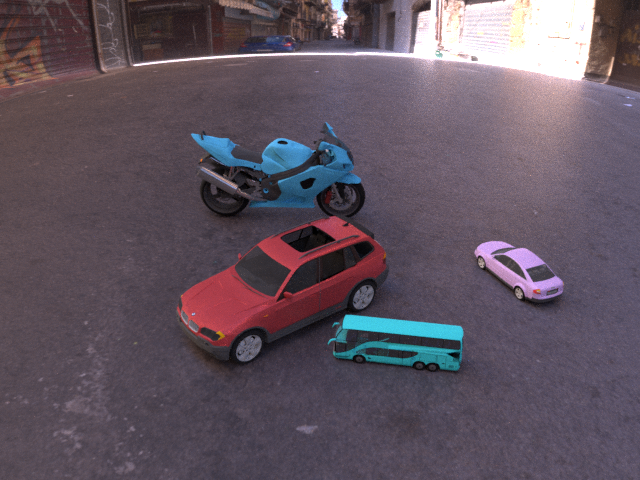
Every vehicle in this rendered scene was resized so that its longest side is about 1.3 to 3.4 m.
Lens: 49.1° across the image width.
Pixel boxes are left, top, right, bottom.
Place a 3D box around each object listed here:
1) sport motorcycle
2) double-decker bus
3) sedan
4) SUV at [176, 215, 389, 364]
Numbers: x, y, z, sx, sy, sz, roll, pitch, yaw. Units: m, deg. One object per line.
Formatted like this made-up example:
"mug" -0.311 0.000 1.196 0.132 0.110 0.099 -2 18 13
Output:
"sport motorcycle" -0.689 -1.121 12.019 2.955 1.596 0.983 2 30 4
"double-decker bus" 0.954 1.296 8.846 1.672 0.541 0.389 5 30 9
"sedan" 2.956 0.386 10.499 0.635 0.483 1.613 -13 32 -21
"SUV" -0.460 0.550 9.561 3.058 1.128 1.276 -21 36 -32
